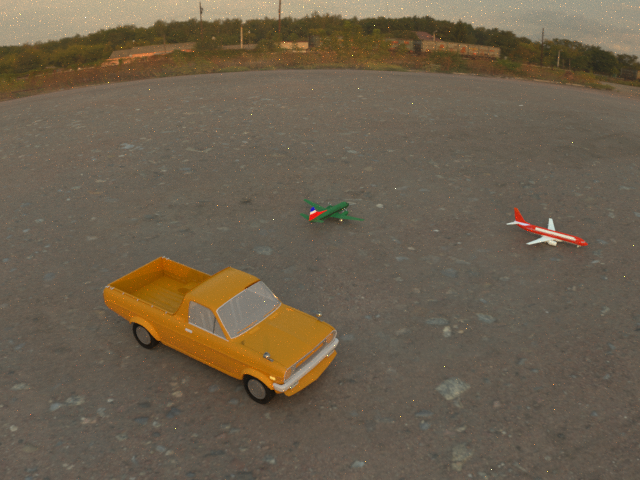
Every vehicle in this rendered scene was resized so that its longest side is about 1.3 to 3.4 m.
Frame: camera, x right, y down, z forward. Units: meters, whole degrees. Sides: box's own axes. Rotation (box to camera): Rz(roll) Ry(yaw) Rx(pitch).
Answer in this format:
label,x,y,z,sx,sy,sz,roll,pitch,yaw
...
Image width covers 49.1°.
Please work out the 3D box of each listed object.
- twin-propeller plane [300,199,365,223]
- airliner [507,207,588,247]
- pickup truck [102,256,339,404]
label,x,y,z,sx,sy,sz,roll,pitch,yaw
twin-propeller plane,0.169,-0.533,12.304,1.370,0.407,1.095,21,34,35
airliner,3.806,-0.199,11.631,1.307,0.429,1.161,17,32,30
pickup truck,-1.309,0.930,8.817,3.117,0.993,1.244,18,32,31
